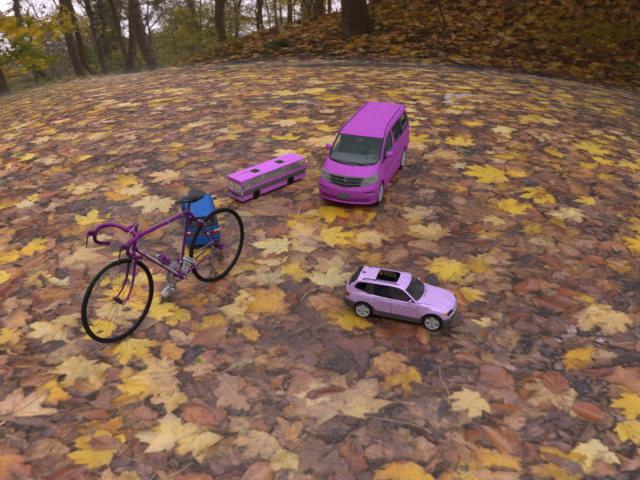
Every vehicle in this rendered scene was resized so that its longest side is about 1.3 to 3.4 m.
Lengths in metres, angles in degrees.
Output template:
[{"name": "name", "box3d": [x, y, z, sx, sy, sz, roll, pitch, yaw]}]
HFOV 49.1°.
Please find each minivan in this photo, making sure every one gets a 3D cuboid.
[{"name": "minivan", "box3d": [0.922, -1.737, 13.723, 1.324, 1.197, 3.011, 9, 30, 17]}, {"name": "minivan", "box3d": [-2.065, -0.451, 11.955, 0.681, 0.616, 1.548, -6, 29, -11]}]

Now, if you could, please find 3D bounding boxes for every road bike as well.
[{"name": "road bike", "box3d": [-2.063, 0.218, 9.624, 0.696, 1.656, 3.004, 19, 34, 31]}]

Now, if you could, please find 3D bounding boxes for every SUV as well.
[{"name": "SUV", "box3d": [1.120, 0.765, 9.742, 1.572, 0.580, 0.656, 9, 30, 16]}]

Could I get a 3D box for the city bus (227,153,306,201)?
[{"name": "city bus", "box3d": [-1.013, -1.210, 13.522, 0.476, 0.460, 1.674, 25, 37, 38]}]
